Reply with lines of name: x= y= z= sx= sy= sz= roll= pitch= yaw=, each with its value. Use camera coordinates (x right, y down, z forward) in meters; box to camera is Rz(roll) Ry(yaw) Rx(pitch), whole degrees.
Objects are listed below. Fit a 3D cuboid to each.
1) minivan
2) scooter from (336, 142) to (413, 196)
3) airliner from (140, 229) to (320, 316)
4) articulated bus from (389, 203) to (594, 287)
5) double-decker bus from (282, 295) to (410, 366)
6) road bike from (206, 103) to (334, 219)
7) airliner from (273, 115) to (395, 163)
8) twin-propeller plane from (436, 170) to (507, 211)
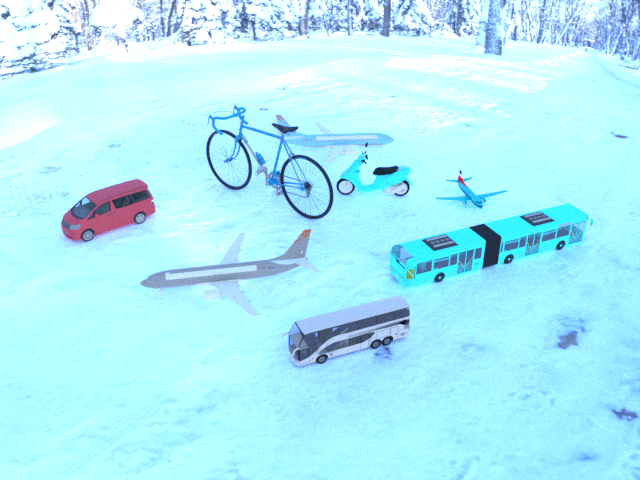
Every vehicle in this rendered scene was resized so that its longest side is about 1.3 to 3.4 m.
minivan: x=-3.575 y=-0.513 z=11.764 sx=1.548 sy=0.616 sz=0.681 roll=-23 pitch=37 yaw=-34
scooter: x=0.998 y=-1.225 z=12.691 sx=1.399 sy=0.919 sz=0.662 roll=2 pitch=30 yaw=3
airliner: x=-1.332 y=0.312 z=10.122 sx=2.541 sy=0.835 sz=2.257 roll=-5 pitch=30 yaw=-9
articulated bus: x=2.679 y=0.055 z=10.839 sx=3.401 sy=0.561 sz=0.605 roll=-13 pitch=32 yaw=-21
double-decker bus: x=0.359 y=1.162 z=8.948 sx=1.672 sy=0.541 sz=0.389 roll=-12 pitch=32 yaw=-20
road bike: x=-0.957 y=-1.392 z=12.245 sx=3.004 sy=1.656 sz=0.696 roll=22 pitch=37 yaw=33
airliner: x=0.313 y=-2.248 z=14.541 sx=2.541 sy=0.835 sz=2.257 roll=-3 pitch=30 yaw=-6
twin-propeller plane: x=2.696 y=-0.886 z=12.617 sx=1.370 sy=0.407 sz=1.095 roll=-7 pitch=31 yaw=-11
